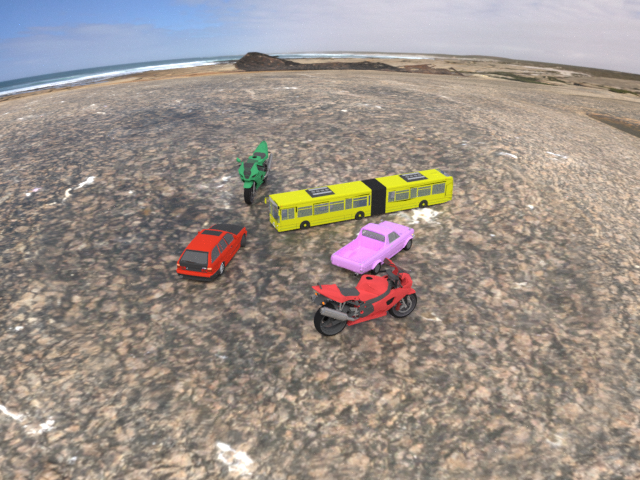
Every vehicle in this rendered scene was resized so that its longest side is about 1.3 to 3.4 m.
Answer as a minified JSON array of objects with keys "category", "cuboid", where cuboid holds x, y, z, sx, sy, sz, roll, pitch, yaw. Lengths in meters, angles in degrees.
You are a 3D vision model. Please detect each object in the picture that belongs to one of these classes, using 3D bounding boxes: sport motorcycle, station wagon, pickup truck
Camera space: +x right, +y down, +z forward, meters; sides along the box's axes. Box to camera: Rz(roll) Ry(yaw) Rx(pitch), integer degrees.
[{"category":"sport motorcycle","cuboid":[-1.199,-1.272,13.069,0.506,0.821,1.520,4,27,8]},{"category":"sport motorcycle","cuboid":[0.597,0.764,9.041,1.520,0.821,0.506,-11,29,-21]},{"category":"station wagon","cuboid":[-1.633,0.082,10.776,0.682,0.473,1.597,7,28,13]},{"category":"pickup truck","cuboid":[0.839,0.066,10.765,0.640,0.511,1.603,18,32,32]}]

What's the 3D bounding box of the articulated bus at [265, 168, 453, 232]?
[{"category":"articulated bus","cuboid":[0.747,-0.724,12.272,3.401,0.561,0.605,-11,29,-20]}]
